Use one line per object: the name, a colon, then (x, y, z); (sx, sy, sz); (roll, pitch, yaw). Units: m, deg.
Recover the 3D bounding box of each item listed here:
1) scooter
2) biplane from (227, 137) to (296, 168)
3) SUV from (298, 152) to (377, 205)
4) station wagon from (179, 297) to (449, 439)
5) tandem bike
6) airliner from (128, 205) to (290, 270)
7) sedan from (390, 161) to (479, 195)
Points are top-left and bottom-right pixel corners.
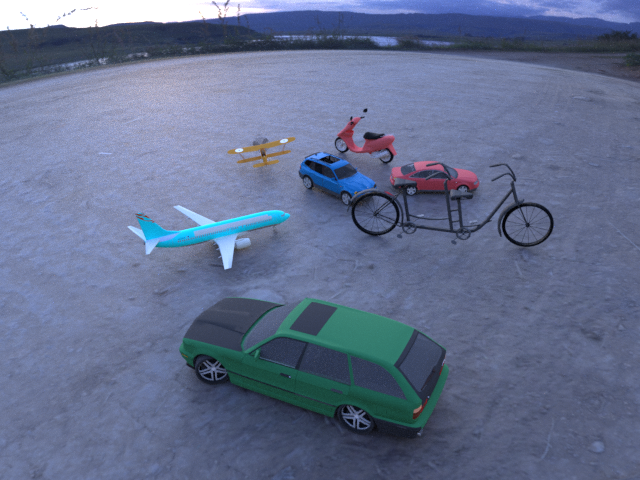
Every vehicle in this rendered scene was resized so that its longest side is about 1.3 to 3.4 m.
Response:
scooter: (0.895, -2.055, 13.863); (1.399, 0.919, 0.662); (17, 34, 28)
biplane: (-1.108, -1.632, 13.536); (1.336, 0.504, 1.090); (-5, 30, -8)
SUV: (0.308, -1.140, 12.590); (1.572, 0.580, 0.656); (26, 38, 38)
station wagon: (-0.129, 1.241, 8.038); (3.105, 0.920, 1.327); (13, 32, 22)
tandem bike: (2.001, -0.563, 10.814); (3.192, 1.326, 0.550); (5, 30, 8)
airliner: (-1.604, -0.308, 10.862); (2.541, 0.835, 2.257); (-15, 33, -25)
sedan: (2.083, -1.151, 12.708); (1.613, 0.483, 0.635); (0, 30, 0)
